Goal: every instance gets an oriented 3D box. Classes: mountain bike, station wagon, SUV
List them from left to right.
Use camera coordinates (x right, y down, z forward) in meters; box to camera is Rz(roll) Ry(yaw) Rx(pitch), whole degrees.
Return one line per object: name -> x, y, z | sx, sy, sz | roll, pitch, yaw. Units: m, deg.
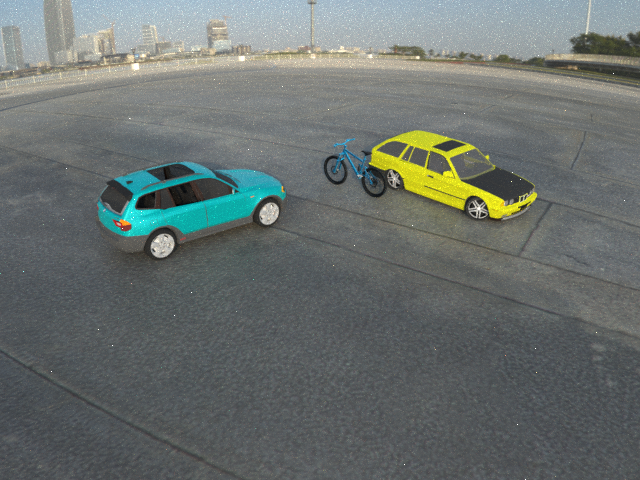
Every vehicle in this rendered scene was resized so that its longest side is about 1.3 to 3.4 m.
SUV -> -1.971, -0.653, 11.040 | 3.058, 1.128, 1.276 | -19, 32, -33
mountain bike -> 0.627, -1.300, 12.631 | 1.469, 0.868, 0.573 | 22, 34, 37
station wagon -> 2.319, -1.235, 12.442 | 1.327, 0.920, 3.105 | -22, 34, -37
